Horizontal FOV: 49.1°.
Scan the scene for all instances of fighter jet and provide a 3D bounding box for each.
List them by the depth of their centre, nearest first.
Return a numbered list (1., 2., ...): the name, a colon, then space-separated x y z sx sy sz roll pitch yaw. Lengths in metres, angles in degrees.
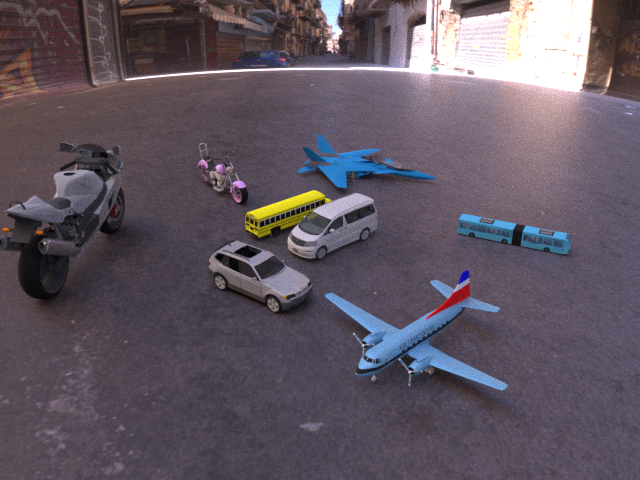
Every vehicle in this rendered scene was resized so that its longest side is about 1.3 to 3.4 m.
1. fighter jet: 0.986 -1.511 13.536 2.640 0.557 2.229 10 28 19

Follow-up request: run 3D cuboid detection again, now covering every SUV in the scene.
1. SUV: -0.838 0.456 9.616 1.572 0.580 0.656 19 32 33

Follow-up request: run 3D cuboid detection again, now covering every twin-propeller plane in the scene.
1. twin-propeller plane: 1.159 1.015 8.274 2.129 0.792 2.663 -24 35 -39

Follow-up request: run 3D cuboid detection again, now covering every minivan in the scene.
1. minivan: 0.202 -0.226 10.926 1.548 0.616 0.681 -22 34 -37

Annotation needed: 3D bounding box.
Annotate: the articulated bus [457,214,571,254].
1. articulated bus: 3.032 -0.100 11.040 1.749 0.289 0.311 13 29 23

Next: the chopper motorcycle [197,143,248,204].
1. chopper motorcycle: -1.783 -1.218 12.730 0.466 0.761 1.563 -19 32 -33

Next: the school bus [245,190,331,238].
1. school bus: -0.446 -0.454 11.579 1.708 0.434 0.365 -22 34 -36

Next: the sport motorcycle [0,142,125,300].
1. sport motorcycle: -3.565 -0.386 10.155 0.983 1.596 2.955 4 27 9
